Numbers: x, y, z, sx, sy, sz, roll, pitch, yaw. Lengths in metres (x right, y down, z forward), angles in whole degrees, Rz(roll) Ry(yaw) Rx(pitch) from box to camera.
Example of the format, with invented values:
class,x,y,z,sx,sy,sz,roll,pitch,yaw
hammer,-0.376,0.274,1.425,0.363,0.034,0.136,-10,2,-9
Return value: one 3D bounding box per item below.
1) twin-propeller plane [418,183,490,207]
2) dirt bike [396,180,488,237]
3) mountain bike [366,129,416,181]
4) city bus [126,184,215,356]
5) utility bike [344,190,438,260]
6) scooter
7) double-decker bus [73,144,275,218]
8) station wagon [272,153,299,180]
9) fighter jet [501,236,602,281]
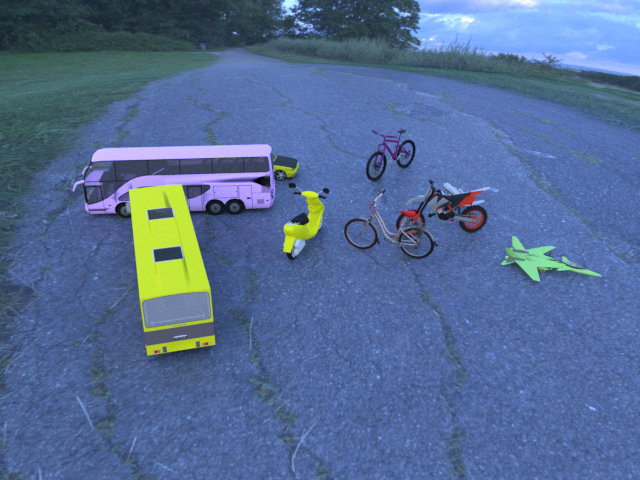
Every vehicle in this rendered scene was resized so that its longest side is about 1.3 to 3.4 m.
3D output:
class,x,y,z,sx,sy,sz,roll,pitch,yaw
twin-propeller plane,2.363,-0.819,12.057,1.370,0.407,1.095,-8,28,-15
dirt bike,1.914,-0.462,10.869,1.493,0.857,0.527,-5,28,-9
mountain bike,1.352,-1.654,13.180,0.573,0.868,1.469,23,35,37
city bus,-2.039,0.294,9.354,0.926,0.894,3.255,-7,28,-14
utility bike,1.018,-0.180,10.221,1.435,0.946,0.535,10,29,18
scooter,-0.225,-0.336,10.555,0.662,0.919,1.399,10,29,19
double-decker bus,-2.389,-1.002,11.707,3.251,1.052,0.756,-2,27,-4
station wagon,-1.195,-1.490,13.293,1.597,0.473,0.682,5,28,9
fighter jet,3.345,0.289,10.030,1.358,0.286,1.147,13,30,24
